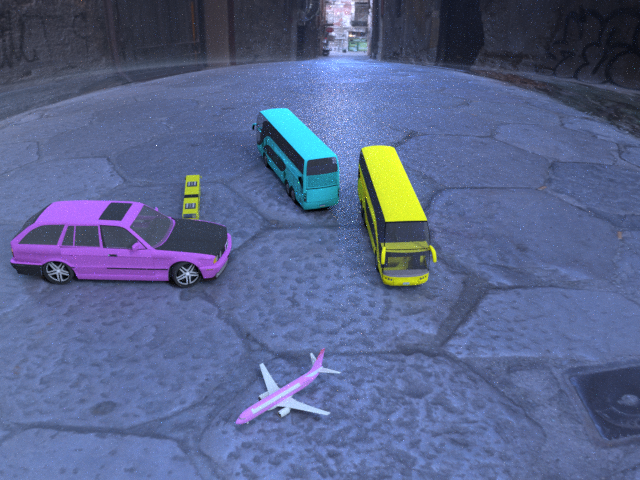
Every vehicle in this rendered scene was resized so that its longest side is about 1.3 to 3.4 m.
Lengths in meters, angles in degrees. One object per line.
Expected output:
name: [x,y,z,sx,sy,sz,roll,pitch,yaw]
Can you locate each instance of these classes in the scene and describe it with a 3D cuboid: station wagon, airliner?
station wagon: [-2.863,-0.017,10.266,3.105,0.920,1.327,1,28,3]
airliner: [-0.407,1.618,7.710,1.307,0.429,1.161,-23,36,-37]

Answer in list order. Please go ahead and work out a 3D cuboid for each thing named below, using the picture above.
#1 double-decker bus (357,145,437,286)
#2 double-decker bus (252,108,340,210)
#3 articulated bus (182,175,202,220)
double-decker bus: [1.097,-0.440,10.922,0.756,1.052,3.251,-2,28,-3]
double-decker bus: [-0.497,-1.612,13.128,0.756,1.052,3.251,-10,29,-17]
articulated bus: [-2.229,-0.688,12.202,0.311,0.289,1.749,-3,28,-7]
